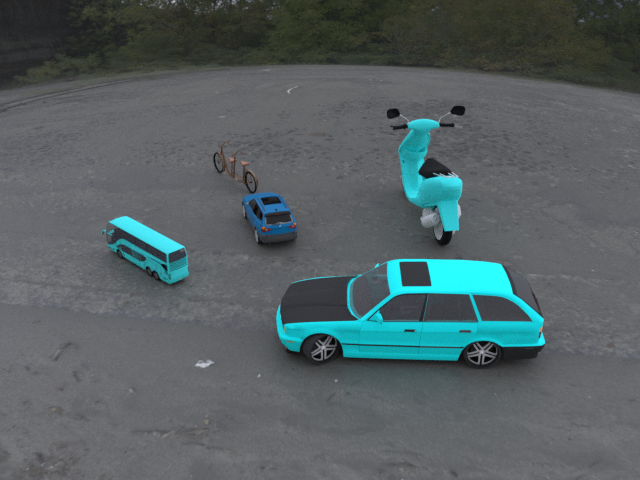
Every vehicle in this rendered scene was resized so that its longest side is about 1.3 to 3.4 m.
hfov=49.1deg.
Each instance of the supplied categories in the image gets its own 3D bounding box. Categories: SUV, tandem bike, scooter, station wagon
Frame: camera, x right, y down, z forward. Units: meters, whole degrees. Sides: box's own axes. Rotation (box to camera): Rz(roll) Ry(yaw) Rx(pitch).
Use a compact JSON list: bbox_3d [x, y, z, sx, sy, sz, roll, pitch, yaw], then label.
[{"bbox_3d":[-0.812,-0.447,11.114,0.656,0.580,1.572,-8,28,-15],"label":"SUV"},{"bbox_3d":[-1.570,-1.366,12.810,0.283,0.682,1.642,-18,32,-31],"label":"tandem bike"},{"bbox_3d":[1.726,-1.162,11.190,1.288,1.786,2.721,-4,27,-8],"label":"scooter"},{"bbox_3d":[1.030,0.783,8.318,3.105,0.920,1.327,1,27,2],"label":"station wagon"}]

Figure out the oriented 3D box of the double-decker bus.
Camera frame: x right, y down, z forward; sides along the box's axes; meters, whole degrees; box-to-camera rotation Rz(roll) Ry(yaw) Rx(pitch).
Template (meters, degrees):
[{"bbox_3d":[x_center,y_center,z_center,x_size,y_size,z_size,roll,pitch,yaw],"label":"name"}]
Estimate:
[{"bbox_3d":[-2.519,0.114,10.054,1.672,0.541,0.389,23,35,38],"label":"double-decker bus"}]
